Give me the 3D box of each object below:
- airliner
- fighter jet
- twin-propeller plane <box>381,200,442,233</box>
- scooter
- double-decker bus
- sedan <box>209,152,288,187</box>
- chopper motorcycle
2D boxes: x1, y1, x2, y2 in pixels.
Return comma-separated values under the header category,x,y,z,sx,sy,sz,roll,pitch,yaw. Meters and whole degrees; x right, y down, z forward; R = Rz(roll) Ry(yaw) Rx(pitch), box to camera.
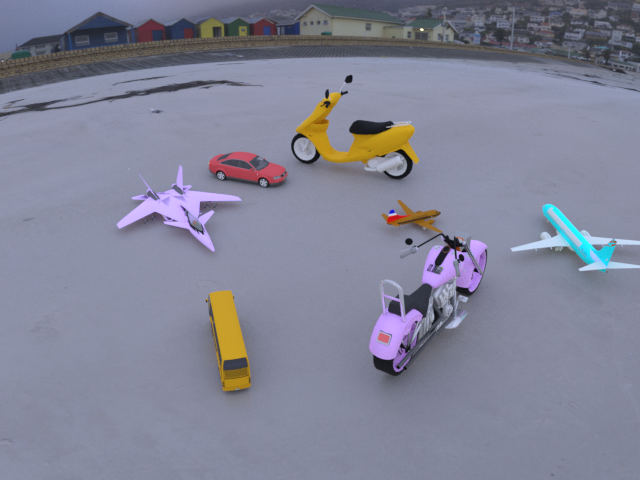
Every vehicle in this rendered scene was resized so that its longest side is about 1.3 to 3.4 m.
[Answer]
category,x,y,z,sx,sy,sz,roll,pitch,yaw
airliner,4.070,-0.196,11.128,2.257,0.835,2.541,-3,29,-5
fighter jet,-2.325,-0.525,12.017,2.229,0.557,2.640,-15,32,-25
twin-propeller plane,1.617,-0.424,11.988,1.095,0.407,1.370,-13,31,-22
scooter,0.650,-2.182,13.757,2.721,1.786,1.288,12,31,21
double-decker bus,-1.171,1.212,8.870,0.389,0.541,1.672,-7,29,-12
sedan,-1.412,-1.432,13.744,1.613,0.483,0.635,11,31,19
chopper motorcycle,1.534,0.553,9.096,0.906,1.480,3.040,18,33,29
